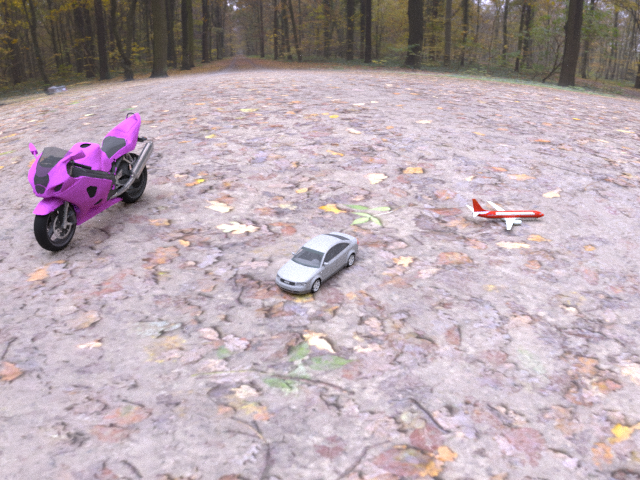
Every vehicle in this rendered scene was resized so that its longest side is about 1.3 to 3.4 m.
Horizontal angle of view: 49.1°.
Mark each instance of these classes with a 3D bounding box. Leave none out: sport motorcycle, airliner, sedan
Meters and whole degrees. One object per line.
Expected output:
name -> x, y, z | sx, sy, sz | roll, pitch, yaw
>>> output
sport motorcycle -> -3.750, -1.021, 11.573 | 0.983, 1.596, 2.955 | 9, 28, 17
airliner -> 3.179, -0.516, 11.867 | 1.307, 0.429, 1.161 | -2, 27, -3
sedan -> -0.026, 0.272, 10.224 | 0.635, 0.483, 1.613 | 17, 31, 30
